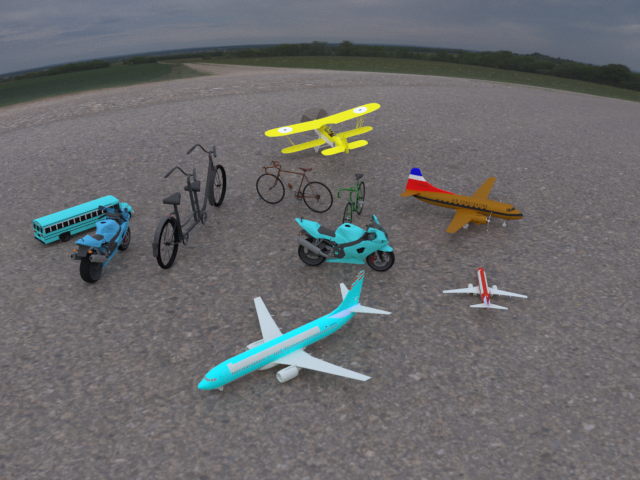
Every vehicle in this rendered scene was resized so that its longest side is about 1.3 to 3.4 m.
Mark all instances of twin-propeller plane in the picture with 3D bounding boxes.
[{"bbox_3d":[2.488,-0.739,12.182,2.129,0.792,2.663,13,30,24],"label":"twin-propeller plane"}]

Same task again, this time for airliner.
[{"bbox_3d":[2.328,0.611,9.904,1.161,0.429,1.307,3,27,6],"label":"airliner"},{"bbox_3d":[-0.380,1.098,8.486,2.541,0.835,2.257,-20,33,-34],"label":"airliner"}]

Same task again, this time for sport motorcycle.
[{"bbox_3d":[-3.265,0.022,10.639,0.506,0.821,1.520,5,27,10],"label":"sport motorcycle"},{"bbox_3d":[0.379,0.059,10.565,1.520,0.821,0.506,5,27,9],"label":"sport motorcycle"}]

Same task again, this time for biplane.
[{"bbox_3d":[0.178,-2.198,14.868,2.598,0.981,2.120,-9,28,-18],"label":"biplane"}]

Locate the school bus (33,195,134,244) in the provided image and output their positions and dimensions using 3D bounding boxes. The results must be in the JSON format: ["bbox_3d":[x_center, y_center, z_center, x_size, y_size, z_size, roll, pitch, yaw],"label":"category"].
[{"bbox_3d":[-3.968,-0.375,11.857,0.365,0.434,1.708,23,35,37],"label":"school bus"}]

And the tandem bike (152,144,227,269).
[{"bbox_3d":[-2.089,-0.688,11.486,0.550,1.326,3.192,5,27,10],"label":"tandem bike"}]

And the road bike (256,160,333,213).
[{"bbox_3d":[-0.474,-0.961,12.557,1.545,0.852,0.358,12,29,22],"label":"road bike"}]

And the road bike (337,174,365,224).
[{"bbox_3d":[0.587,-0.653,11.944,0.358,0.852,1.545,7,28,14],"label":"road bike"}]
